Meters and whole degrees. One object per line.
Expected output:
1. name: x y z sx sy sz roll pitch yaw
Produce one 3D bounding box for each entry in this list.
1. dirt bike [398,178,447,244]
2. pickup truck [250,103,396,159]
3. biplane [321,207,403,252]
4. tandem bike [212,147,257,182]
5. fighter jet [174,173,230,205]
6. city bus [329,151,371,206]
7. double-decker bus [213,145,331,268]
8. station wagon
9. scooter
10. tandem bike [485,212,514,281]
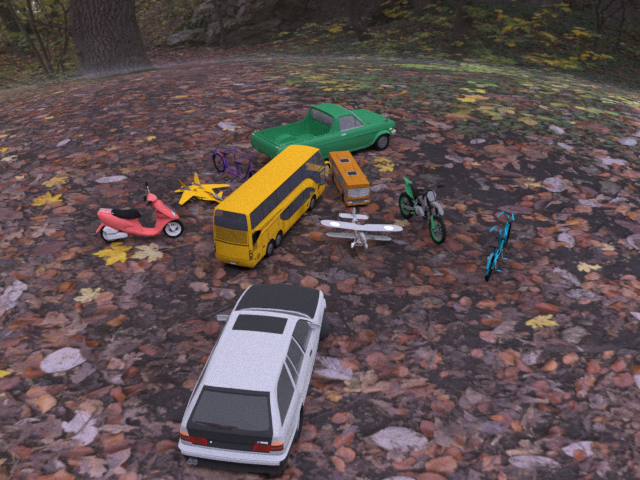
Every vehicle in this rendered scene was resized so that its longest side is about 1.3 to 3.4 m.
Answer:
1. dirt bike: 1.718 -0.554 11.714 0.527 0.857 1.493 -11 31 -20
2. pickup truck: 0.112 -2.279 14.737 3.117 0.993 1.244 -19 34 -31
3. biplane: 0.649 -0.183 11.400 1.336 0.504 1.090 -4 29 -7
4. tandem bike: -1.619 -1.458 13.557 0.283 0.682 1.642 -24 36 -36
5. fighter jet: -2.053 -0.877 12.902 1.358 0.286 1.147 24 37 37
6. city bus: 0.532 -1.171 13.260 0.476 0.460 1.674 -5 29 -10
7. double-decker bus: -0.735 -0.683 11.746 0.756 1.052 3.251 11 30 19
8. station wagon: -0.666 1.311 8.223 1.327 0.920 3.105 4 29 8
9. scooter: -2.948 -0.405 11.374 1.399 0.919 0.662 -5 29 -9
10. tandem bike: 2.768 0.044 10.798 0.283 0.682 1.642 13 31 22
